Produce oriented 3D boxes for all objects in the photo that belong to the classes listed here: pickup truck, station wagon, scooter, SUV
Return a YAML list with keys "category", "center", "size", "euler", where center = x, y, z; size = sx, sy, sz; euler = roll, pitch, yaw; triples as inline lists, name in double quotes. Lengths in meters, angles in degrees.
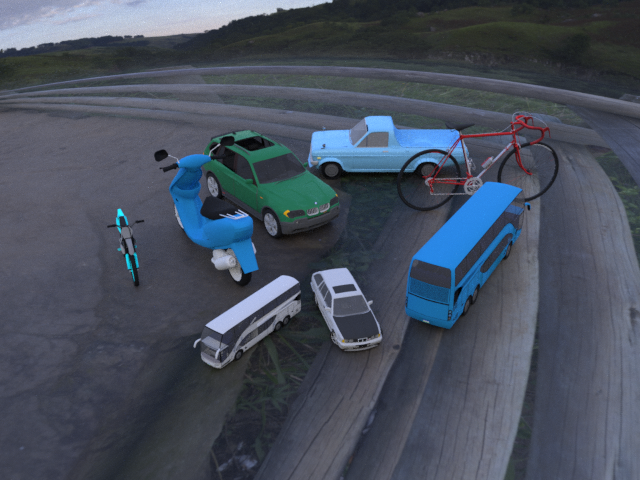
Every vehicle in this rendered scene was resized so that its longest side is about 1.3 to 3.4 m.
- category: "pickup truck"
  center: [1.319, -1.873, 13.841]
  size: [3.117, 0.993, 1.244]
  euler: [0, 29, 0]
- category: "station wagon"
  center: [0.333, 0.864, 9.365]
  size: [0.682, 0.473, 1.597]
  euler: [-7, 29, -13]
- category: "scooter"
  center: [-1.680, -0.521, 10.532]
  size: [1.288, 1.786, 2.721]
  euler: [-17, 33, -28]
- category: "SUV"
  center: [-0.932, -1.086, 12.255]
  size: [1.276, 1.128, 3.058]
  euler: [-20, 35, -32]

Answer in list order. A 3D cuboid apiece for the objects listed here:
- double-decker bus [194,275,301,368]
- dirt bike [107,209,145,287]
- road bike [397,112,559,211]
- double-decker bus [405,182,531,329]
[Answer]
- category: "double-decker bus"
  center: [-0.875, 1.039, 8.972]
  size: [0.389, 0.541, 1.672]
  euler: [20, 34, 32]
- category: "dirt bike"
  center: [-2.871, 0.048, 10.459]
  size: [0.527, 0.857, 1.493]
  euler: [-11, 30, -19]
- category: "road bike"
  center: [2.794, -1.333, 12.158]
  size: [3.004, 1.656, 0.696]
  euler: [-5, 29, -10]
- category: "double-decker bus"
  center: [2.216, 0.088, 10.182]
  size: [0.756, 1.052, 3.251]
  euler: [16, 33, 27]
